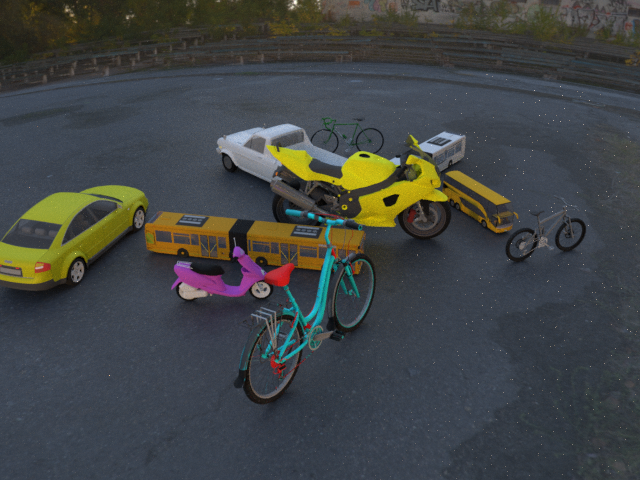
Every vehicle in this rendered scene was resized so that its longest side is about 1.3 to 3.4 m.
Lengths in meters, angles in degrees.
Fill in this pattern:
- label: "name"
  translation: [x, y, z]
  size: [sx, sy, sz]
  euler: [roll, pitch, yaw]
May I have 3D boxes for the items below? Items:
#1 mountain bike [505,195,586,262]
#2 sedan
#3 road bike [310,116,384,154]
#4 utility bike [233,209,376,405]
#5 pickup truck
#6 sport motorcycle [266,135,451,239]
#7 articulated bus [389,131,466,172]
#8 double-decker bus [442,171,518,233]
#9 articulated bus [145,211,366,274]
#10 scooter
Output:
- label: "mountain bike"
  translation: [3.484, -0.140, 10.691]
  size: [1.469, 0.868, 0.573]
  euler: [-10, 30, -19]
- label: "sedan"
  translation: [-3.787, -0.249, 10.820]
  size: [1.235, 0.940, 3.137]
  euler: [8, 29, 15]
- label: "road bike"
  translation: [0.566, -2.149, 14.513]
  size: [1.545, 0.852, 0.358]
  euler: [-2, 28, -4]
- label: "utility bike"
  translation: [-0.163, 0.637, 8.180]
  size: [1.039, 1.839, 2.791]
  euler: [18, 33, 30]
- label: "pickup truck"
  translation: [-0.666, -1.603, 13.328]
  size: [1.244, 0.993, 3.117]
  euler: [-23, 36, -37]
- label: "sport motorcycle"
  translation: [0.626, -0.787, 11.136]
  size: [2.955, 1.596, 0.983]
  euler: [3, 28, 5]
- label: "articulated bus"
  translation: [1.755, -1.367, 13.344]
  size: [0.605, 0.561, 3.401]
  euler: [20, 34, 33]
- label: "double-decker bus"
  translation: [2.706, -0.658, 12.023]
  size: [0.389, 0.541, 1.672]
  euler: [-13, 30, -22]
- label: "articulated bus"
  translation: [-0.991, 0.031, 10.696]
  size: [3.401, 0.561, 0.605]
  euler: [6, 28, 11]
- label: "scooter"
  translation: [-1.344, 0.429, 9.559]
  size: [1.399, 0.919, 0.662]
  euler: [-1, 28, -2]
